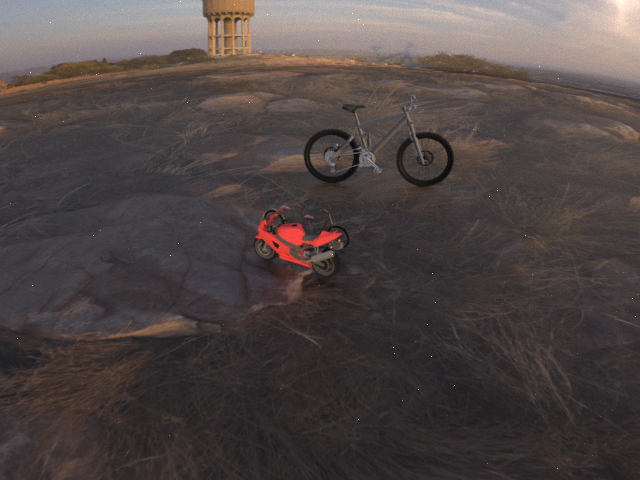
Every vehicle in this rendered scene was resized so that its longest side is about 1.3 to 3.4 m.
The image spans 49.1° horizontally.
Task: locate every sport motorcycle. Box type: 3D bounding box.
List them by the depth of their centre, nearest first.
[{"bbox_3d":[-0.351,0.060,10.494,1.520,0.821,0.506,14,31,25],"label":"sport motorcycle"}]

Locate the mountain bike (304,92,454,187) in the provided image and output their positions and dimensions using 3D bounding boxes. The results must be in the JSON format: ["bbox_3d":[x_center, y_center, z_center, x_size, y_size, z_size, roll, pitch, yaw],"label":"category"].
[{"bbox_3d":[1.106,-1.825,13.177,2.857,1.688,1.114,3,28,5],"label":"mountain bike"}]

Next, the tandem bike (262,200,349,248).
[{"bbox_3d":[-0.251,-0.309,11.354,1.642,0.682,0.283,15,31,26],"label":"tandem bike"}]
